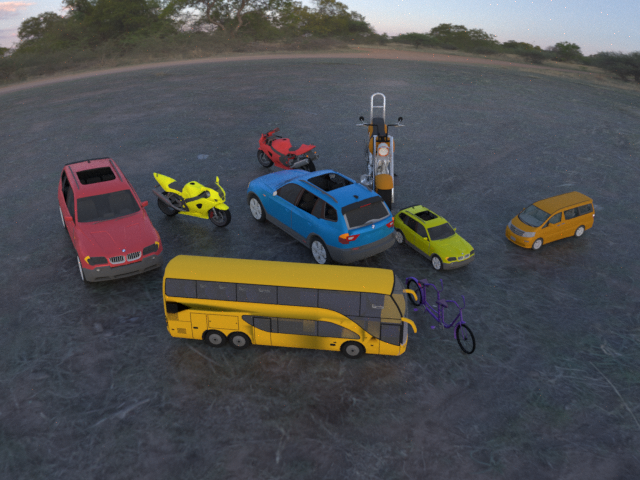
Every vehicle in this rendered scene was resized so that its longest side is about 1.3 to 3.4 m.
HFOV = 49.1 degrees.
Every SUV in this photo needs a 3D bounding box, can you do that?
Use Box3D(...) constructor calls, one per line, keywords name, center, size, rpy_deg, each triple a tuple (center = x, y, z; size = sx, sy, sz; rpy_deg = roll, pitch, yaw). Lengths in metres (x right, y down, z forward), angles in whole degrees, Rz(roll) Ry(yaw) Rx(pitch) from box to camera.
Box3D(name="SUV", center=(1.799, -0.073, 11.223), size=(0.656, 0.580, 1.572), rpy_deg=(-16, 33, -26))
Box3D(name="SUV", center=(-0.053, -0.602, 11.614), size=(1.276, 1.128, 3.058), rpy_deg=(-19, 34, -31))
Box3D(name="SUV", center=(-3.464, -0.419, 11.282), size=(1.276, 1.128, 3.058), rpy_deg=(-13, 32, -22))

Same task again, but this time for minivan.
Box3D(name="minivan", center=(3.837, -0.339, 11.668), size=(1.548, 0.616, 0.681), rpy_deg=(-14, 32, -24))

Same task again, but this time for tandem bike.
Box3D(name="tandem bike", center=(1.599, 0.878, 9.397), size=(0.283, 0.682, 1.642), rpy_deg=(-13, 32, -22))

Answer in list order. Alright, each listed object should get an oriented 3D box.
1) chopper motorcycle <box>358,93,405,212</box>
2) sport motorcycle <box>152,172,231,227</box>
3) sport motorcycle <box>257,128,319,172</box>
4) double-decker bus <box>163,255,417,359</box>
Box3D(name="chopper motorcycle", center=(1.129, -1.627, 13.105), size=(0.906, 1.480, 3.040), rpy_deg=(1, 29, 1))
Box3D(name="sport motorcycle", center=(-2.211, -0.703, 12.114), size=(1.520, 0.821, 0.506), rpy_deg=(13, 31, 22))
Box3D(name="sport motorcycle", center=(-0.680, -1.701, 13.918), size=(1.520, 0.821, 0.506), rpy_deg=(21, 35, 33))
Box3D(name="double-decker bus", center=(-0.381, 0.853, 9.060), size=(3.251, 1.052, 0.756), rpy_deg=(4, 29, 7))
